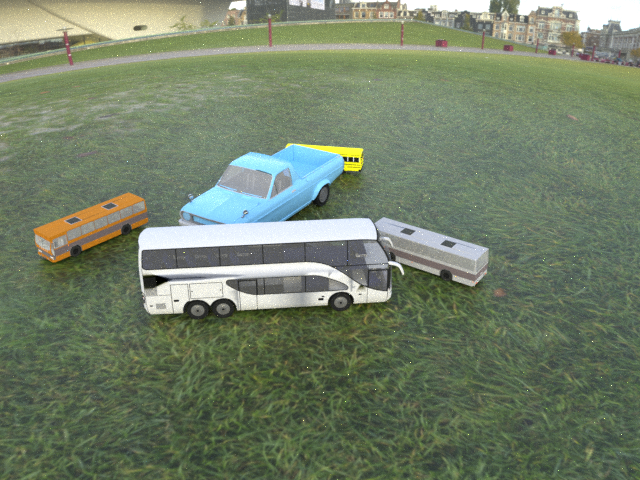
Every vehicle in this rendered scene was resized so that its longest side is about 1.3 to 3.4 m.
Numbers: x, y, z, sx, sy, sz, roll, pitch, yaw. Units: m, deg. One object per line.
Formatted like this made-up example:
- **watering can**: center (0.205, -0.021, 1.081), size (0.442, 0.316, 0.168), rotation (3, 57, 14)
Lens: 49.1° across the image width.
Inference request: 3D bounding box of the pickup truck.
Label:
- **pickup truck**: center (-0.834, -0.847, 11.121), size (1.244, 0.993, 3.117), rotation (16, 32, 28)

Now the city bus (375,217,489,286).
- **city bus**: center (1.486, 0.166, 9.797), size (1.674, 0.460, 0.476), rotation (19, 33, 31)

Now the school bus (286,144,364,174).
- **school bus**: center (-0.058, -1.511, 12.945), size (1.708, 0.434, 0.365), rotation (5, 29, 10)

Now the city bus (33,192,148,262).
- **city bus**: center (-3.383, -0.192, 10.465), size (0.476, 0.460, 1.674), rotation (21, 35, 34)

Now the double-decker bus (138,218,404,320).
- **double-decker bus**: center (-0.610, 0.335, 8.858), size (3.251, 1.052, 0.756), rotation (-3, 28, -5)
